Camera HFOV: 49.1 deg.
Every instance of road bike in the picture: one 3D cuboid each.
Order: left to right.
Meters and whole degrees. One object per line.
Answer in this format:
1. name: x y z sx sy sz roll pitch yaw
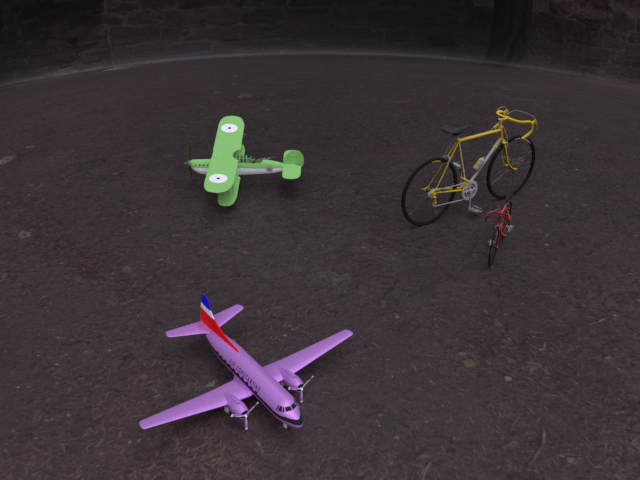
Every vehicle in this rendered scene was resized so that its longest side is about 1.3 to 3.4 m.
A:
1. road bike: 2.532 -1.225 11.526 3.004 1.656 0.696 -17 33 -29
2. road bike: 2.730 -0.221 10.525 0.358 0.852 1.545 12 31 21

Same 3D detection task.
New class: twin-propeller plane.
1. twin-propeller plane: -0.820 1.340 7.725 2.663 0.792 2.129 -19 34 -31

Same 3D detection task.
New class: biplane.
1. biplane: -1.345 -1.304 12.375 2.120 0.981 2.598 0 29 0
